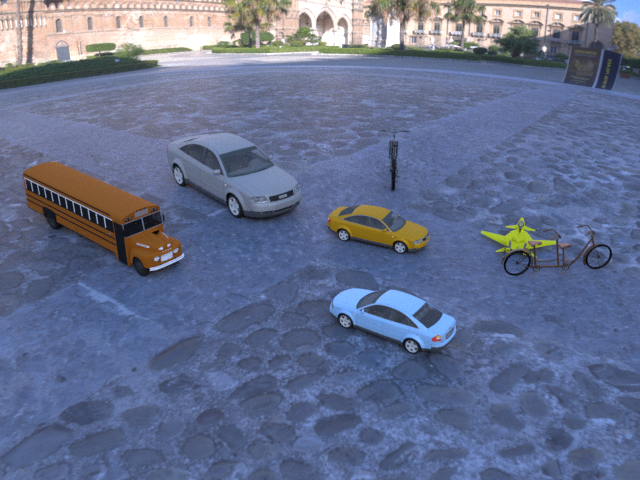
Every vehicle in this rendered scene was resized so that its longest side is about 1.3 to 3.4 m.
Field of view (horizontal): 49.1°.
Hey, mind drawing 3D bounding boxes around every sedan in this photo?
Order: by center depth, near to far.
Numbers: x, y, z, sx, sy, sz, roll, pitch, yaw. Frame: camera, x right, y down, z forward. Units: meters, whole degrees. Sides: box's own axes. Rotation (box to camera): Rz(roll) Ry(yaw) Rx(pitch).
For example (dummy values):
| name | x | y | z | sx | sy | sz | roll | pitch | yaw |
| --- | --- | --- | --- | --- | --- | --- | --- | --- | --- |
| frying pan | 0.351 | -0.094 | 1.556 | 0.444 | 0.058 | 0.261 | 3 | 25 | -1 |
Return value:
| name | x | y | z | sx | sy | sz | roll | pitch | yaw |
| --- | --- | --- | --- | --- | --- | --- | --- | --- | --- |
| sedan | 0.859 | 0.889 | 8.508 | 1.613 | 0.483 | 0.635 | 17 | 31 | 30 |
| sedan | 0.894 | -0.222 | 10.716 | 1.613 | 0.483 | 0.635 | 13 | 29 | 24 |
| sedan | -1.563 | -1.270 | 12.293 | 1.235 | 0.940 | 3.137 | -20 | 33 | -35 |

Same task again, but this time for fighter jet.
| name | x | y | z | sx | sy | sz | roll | pitch | yaw |
| --- | --- | --- | --- | --- | --- | --- | --- | --- | --- |
| fighter jet | 3.086 | -0.154 | 10.800 | 1.147 | 0.286 | 1.358 | 8 | 28 | 16 |

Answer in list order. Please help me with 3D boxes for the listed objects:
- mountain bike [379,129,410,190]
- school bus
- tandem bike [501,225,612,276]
| name | x | y | z | sx | sy | sz | roll | pitch | yaw |
| --- | --- | --- | --- | --- | --- | --- | --- | --- | --- |
| mountain bike | 1.355 | -1.515 | 12.859 | 0.573 | 0.868 | 1.469 | 2 | 27 | 4 |
| school bus | -3.341 | -0.388 | 10.644 | 3.322 | 0.844 | 0.709 | 21 | 34 | 36 |
| tandem bike | 3.321 | 0.155 | 9.747 | 1.642 | 0.682 | 0.283 | -4 | 27 | -8 |
